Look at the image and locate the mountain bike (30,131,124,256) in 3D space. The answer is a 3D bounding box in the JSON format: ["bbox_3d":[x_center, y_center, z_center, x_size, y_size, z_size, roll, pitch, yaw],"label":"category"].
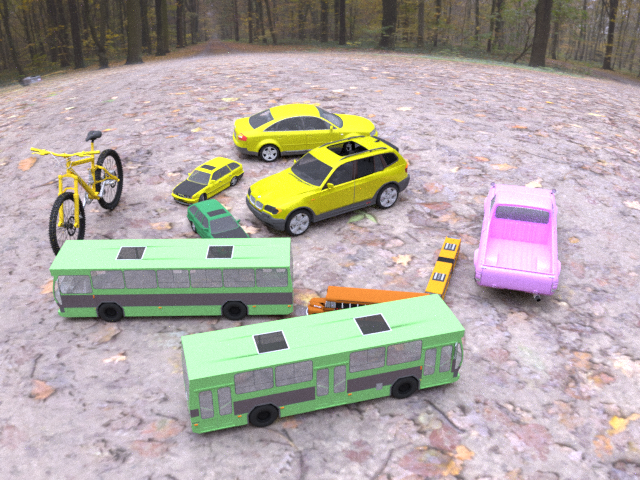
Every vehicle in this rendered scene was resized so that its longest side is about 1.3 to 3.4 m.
[{"bbox_3d":[-3.887,-0.914,11.668,1.114,1.688,2.857,3,30,5],"label":"mountain bike"}]

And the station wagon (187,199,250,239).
[{"bbox_3d":[-1.697,-0.238,11.708,0.682,0.473,1.597,-16,33,-26],"label":"station wagon"}]

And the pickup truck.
[{"bbox_3d":[3.142,-0.150,11.029,1.244,0.993,3.117,8,31,13],"label":"pickup truck"}]

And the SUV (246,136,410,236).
[{"bbox_3d":[0.171,-1.066,12.499,3.058,1.128,1.276,-17,34,-28],"label":"SUV"}]

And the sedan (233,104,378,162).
[{"bbox_3d":[-0.302,-2.388,15.011,3.137,0.940,1.235,-6,30,-10],"label":"sedan"}]

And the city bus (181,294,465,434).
[{"bbox_3d":[0.043,1.459,8.305,3.255,0.894,0.926,-8,31,-14],"label":"city bus"}]

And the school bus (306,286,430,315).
[{"bbox_3d":[0.665,0.921,9.713,1.708,0.434,0.365,4,30,7],"label":"school bus"}]

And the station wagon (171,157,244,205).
[{"bbox_3d":[-2.135,-1.159,13.326,0.682,0.473,1.597,17,34,27],"label":"station wagon"}]

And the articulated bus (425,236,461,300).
[{"bbox_3d":[1.880,0.462,10.665,0.311,0.289,1.749,10,31,16],"label":"articulated bus"}]

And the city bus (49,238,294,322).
[{"bbox_3d":[-2.005,0.559,9.884,3.255,0.894,0.926,-1,30,-1],"label":"city bus"}]
